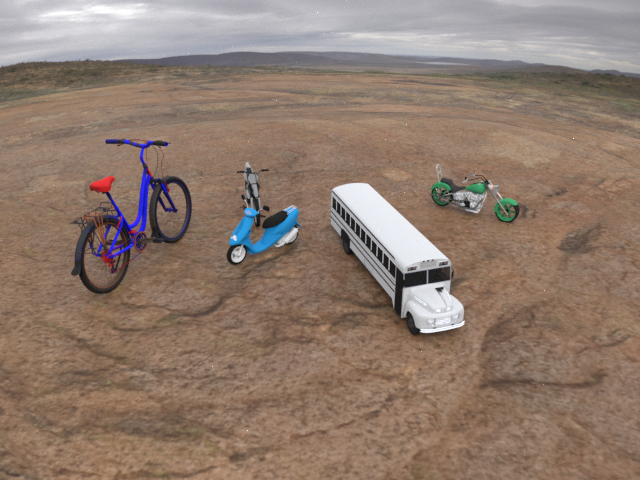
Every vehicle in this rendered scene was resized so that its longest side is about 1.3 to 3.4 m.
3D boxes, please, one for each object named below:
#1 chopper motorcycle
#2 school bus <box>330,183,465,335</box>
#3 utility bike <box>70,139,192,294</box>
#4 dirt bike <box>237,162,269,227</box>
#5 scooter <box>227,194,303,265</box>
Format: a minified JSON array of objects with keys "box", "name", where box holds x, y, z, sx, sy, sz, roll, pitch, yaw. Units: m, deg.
[{"box":[2.610,-0.794,11.834,1.563,0.761,0.466,15,30,28],"name":"chopper motorcycle"},{"box":[0.994,0.165,9.778,0.709,0.844,3.322,-8,27,-16],"name":"school bus"},{"box":[-2.719,-0.478,9.962,1.039,1.839,2.791,10,28,20],"name":"utility bike"},{"box":[-1.137,-0.836,11.810,0.527,0.857,1.493,-5,27,-11],"name":"dirt bike"},{"box":[-0.829,-0.214,10.468,1.399,0.919,0.662,-21,33,-37],"name":"scooter"}]
